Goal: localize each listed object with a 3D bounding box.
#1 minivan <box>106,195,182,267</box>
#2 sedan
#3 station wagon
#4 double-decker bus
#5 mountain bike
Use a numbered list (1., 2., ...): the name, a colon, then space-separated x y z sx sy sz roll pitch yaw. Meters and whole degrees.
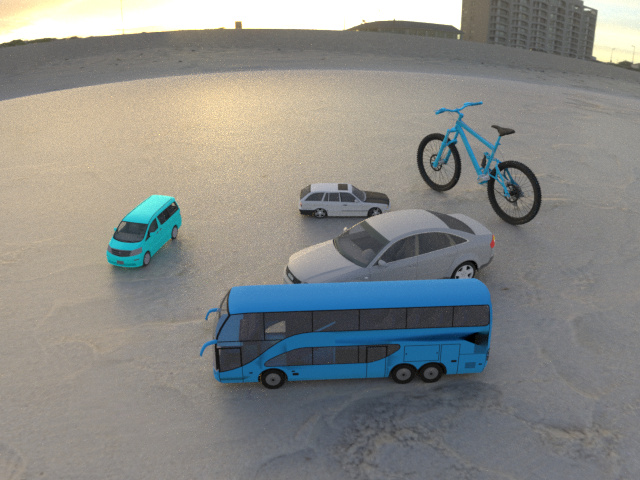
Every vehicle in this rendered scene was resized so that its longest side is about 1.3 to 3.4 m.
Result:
1. minivan: -2.724 -0.148 10.864 0.681 0.616 1.548 7 27 14
2. sedan: 0.995 0.171 9.865 3.137 0.940 1.235 -11 29 -21
3. station wagon: 0.428 -0.705 12.135 1.597 0.473 0.682 0 27 1
4. double-decker bus: 0.298 1.047 7.992 3.251 1.052 0.756 -2 27 -3
5. mountain bike: 2.699 -1.374 12.116 1.114 1.688 2.857 -18 32 -31
